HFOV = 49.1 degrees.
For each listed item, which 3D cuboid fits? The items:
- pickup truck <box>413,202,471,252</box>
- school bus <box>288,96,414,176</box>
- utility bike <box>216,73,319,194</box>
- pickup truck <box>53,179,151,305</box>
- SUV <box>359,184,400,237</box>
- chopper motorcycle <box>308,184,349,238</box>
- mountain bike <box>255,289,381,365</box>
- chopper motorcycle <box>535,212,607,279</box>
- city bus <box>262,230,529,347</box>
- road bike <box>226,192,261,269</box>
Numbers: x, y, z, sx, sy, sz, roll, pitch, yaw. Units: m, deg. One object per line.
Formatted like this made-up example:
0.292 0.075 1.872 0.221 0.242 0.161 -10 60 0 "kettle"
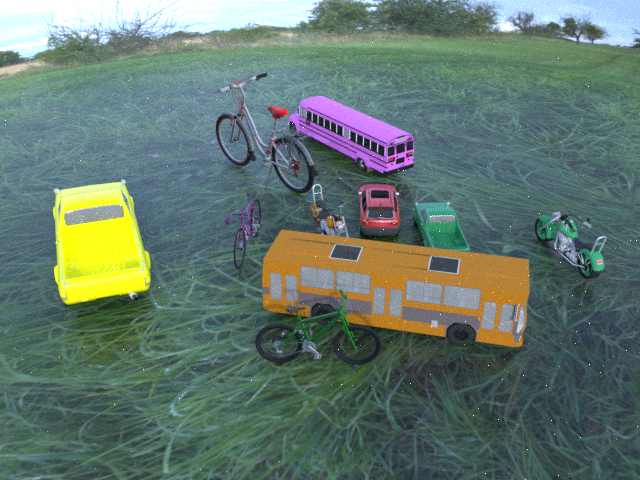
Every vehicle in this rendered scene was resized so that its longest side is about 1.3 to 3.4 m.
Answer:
1.839 -0.193 10.705 0.640 0.511 1.603 -1 29 -3 "pickup truck"
0.492 -2.129 13.792 0.709 0.844 3.322 -20 35 -31 "school bus"
-1.086 -1.872 12.327 1.039 1.839 2.791 -26 38 -37 "utility bike"
-3.200 -0.114 10.075 1.244 0.993 3.117 -10 31 -17 "pickup truck"
0.951 -0.573 11.306 0.656 0.580 1.572 1 29 2 "SUV"
0.186 -0.211 10.482 0.466 0.761 1.563 -10 31 -17 "chopper motorcycle"
-0.022 1.082 8.084 1.469 0.868 0.573 1 29 2 "mountain bike"
3.623 -0.049 10.196 0.466 0.761 1.563 -8 30 -13 "chopper motorcycle"
0.936 0.617 8.880 3.255 0.894 0.926 7 30 12 "city bus"
-1.074 -0.218 10.401 0.358 0.852 1.545 5 30 8 "road bike"
